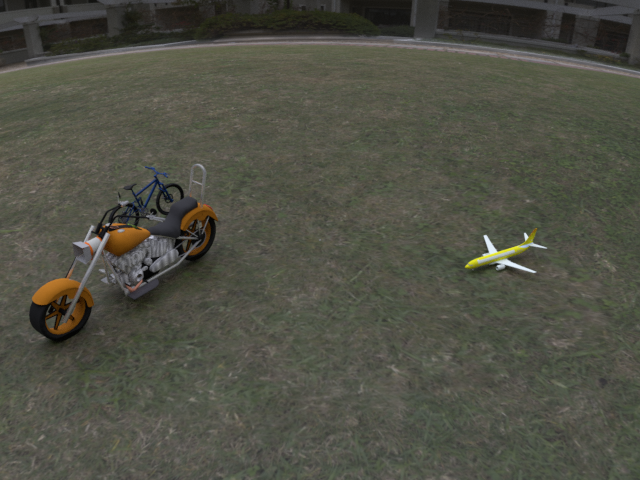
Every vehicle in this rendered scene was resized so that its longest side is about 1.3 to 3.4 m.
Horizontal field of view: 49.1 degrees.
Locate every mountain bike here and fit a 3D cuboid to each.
[{"bbox_3d":[-2.785,-0.630,11.245,0.573,0.868,1.469,24,39,34],"label":"mountain bike"}]

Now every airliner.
[{"bbox_3d":[2.699,0.149,10.380,1.307,0.429,1.161,-14,34,-22],"label":"airliner"}]

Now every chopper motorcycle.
[{"bbox_3d":[-2.565,0.107,9.434,0.906,1.480,3.040,22,38,32],"label":"chopper motorcycle"}]
